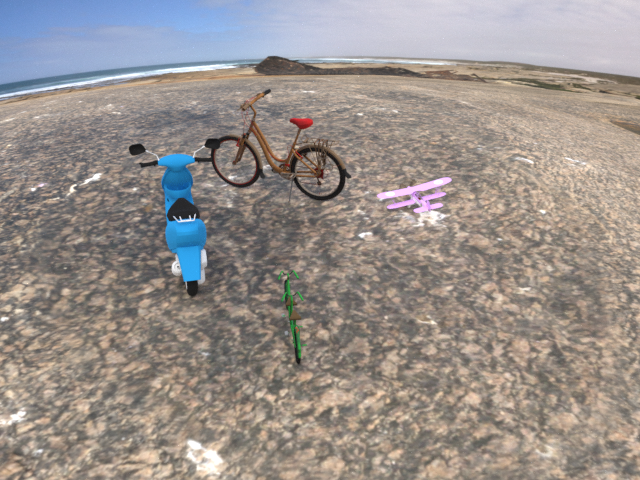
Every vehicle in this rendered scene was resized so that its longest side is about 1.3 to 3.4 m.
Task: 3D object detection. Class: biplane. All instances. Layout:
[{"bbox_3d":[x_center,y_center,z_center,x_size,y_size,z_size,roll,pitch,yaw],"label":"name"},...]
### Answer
[{"bbox_3d":[1.676,-0.705,12.040,1.336,0.504,1.090,-6,26,-13],"label":"biplane"}]

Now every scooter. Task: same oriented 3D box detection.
[{"bbox_3d":[-1.987,-0.467,10.071,1.288,1.786,2.721,-6,26,-13],"label":"scooter"}]

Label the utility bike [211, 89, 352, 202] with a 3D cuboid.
[{"bbox_3d":[-0.788,-1.617,12.396,2.791,1.839,1.039,10,27,20],"label":"utility bike"}]

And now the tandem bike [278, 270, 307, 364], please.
[{"bbox_3d":[-0.347,0.861,8.588,0.283,0.682,1.642,-4,26,-7],"label":"tandem bike"}]
